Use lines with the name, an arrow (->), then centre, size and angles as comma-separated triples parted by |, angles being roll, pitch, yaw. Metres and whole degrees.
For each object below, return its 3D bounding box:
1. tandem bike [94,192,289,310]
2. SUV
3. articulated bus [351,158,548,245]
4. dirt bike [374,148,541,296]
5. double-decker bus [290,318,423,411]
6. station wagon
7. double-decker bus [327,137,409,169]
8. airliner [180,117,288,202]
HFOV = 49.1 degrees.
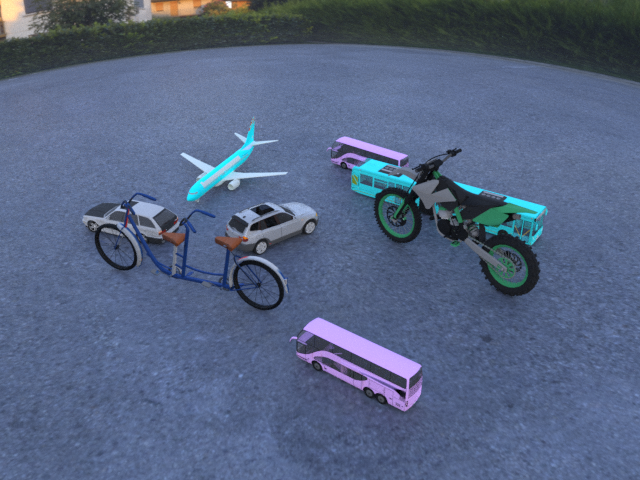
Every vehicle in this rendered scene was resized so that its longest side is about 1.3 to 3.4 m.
tandem bike -> -1.862, 0.131, 9.611 | 3.192, 1.326, 0.550 | 13, 33, 21
SUV -> -0.746, -0.291, 11.070 | 1.572, 0.580, 0.656 | -23, 38, -34
articulated bus -> 2.078, -0.690, 11.770 | 3.401, 0.561, 0.605 | 19, 36, 30
dirt bike -> 1.893, -0.335, 10.070 | 1.024, 1.666, 2.903 | -27, 39, -37
double-decker bus -> 0.408, 1.414, 8.195 | 1.672, 0.541, 0.389 | 21, 37, 32
station wagon -> -3.074, -0.363, 11.299 | 1.597, 0.473, 0.682 | 12, 32, 19
double-decker bus -> 0.897, -1.524, 13.216 | 1.672, 0.541, 0.389 | 23, 37, 33
airliner -> -1.753, -1.473, 12.837 | 2.257, 0.835, 2.541 | 12, 33, 20
